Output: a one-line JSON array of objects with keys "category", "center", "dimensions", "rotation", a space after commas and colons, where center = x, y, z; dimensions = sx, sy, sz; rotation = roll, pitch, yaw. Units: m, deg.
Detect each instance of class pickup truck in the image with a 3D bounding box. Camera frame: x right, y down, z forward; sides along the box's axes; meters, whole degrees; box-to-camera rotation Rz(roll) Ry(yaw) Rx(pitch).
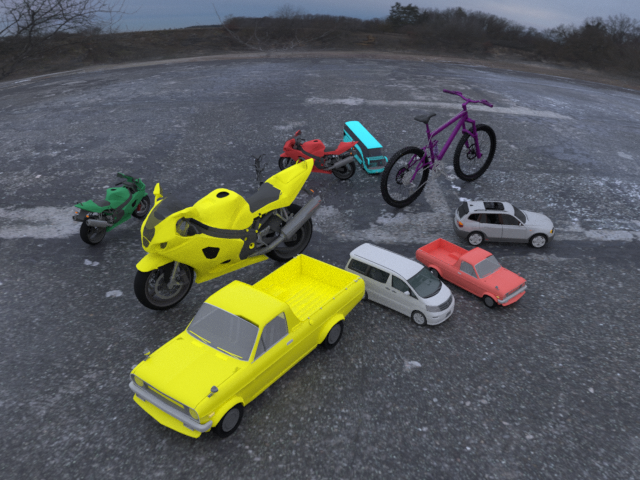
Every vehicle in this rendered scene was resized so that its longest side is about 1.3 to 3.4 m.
[{"category": "pickup truck", "center": [-0.740, 1.037, 8.272], "dimensions": [1.244, 0.993, 3.117], "rotation": [20, 35, 31]}, {"category": "pickup truck", "center": [2.120, 0.393, 9.908], "dimensions": [0.640, 0.511, 1.603], "rotation": [-24, 37, -35]}]

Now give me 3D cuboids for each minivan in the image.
[{"category": "minivan", "center": [1.073, 0.583, 9.463], "dimensions": [1.548, 0.616, 0.681], "rotation": [22, 36, 33]}]

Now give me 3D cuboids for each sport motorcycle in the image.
[{"category": "sport motorcycle", "center": [-3.288, -0.518, 11.213], "dimensions": [0.506, 0.821, 1.520], "rotation": [16, 33, 26]}, {"category": "sport motorcycle", "center": [-0.047, -1.553, 13.054], "dimensions": [1.520, 0.821, 0.506], "rotation": [6, 30, 10]}, {"category": "sport motorcycle", "center": [-1.252, -0.114, 9.702], "dimensions": [2.955, 1.596, 0.983], "rotation": [-22, 36, -34]}]

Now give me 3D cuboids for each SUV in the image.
[{"category": "SUV", "center": [2.897, -0.287, 11.046], "dimensions": [1.572, 0.580, 0.656], "rotation": [2, 29, 4]}]

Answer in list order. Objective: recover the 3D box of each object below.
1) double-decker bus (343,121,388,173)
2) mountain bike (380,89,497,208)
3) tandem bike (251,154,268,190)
[{"category": "double-decker bus", "center": [0.863, -1.829, 13.830], "dimensions": [0.389, 0.541, 1.672], "rotation": [-8, 30, -14]}, {"category": "mountain bike", "center": [2.156, -1.592, 12.239], "dimensions": [2.857, 1.688, 1.114], "rotation": [-21, 35, -32]}, {"category": "tandem bike", "center": [-1.089, -1.209, 12.584], "dimensions": [0.283, 0.682, 1.642], "rotation": [-4, 30, -8]}]
